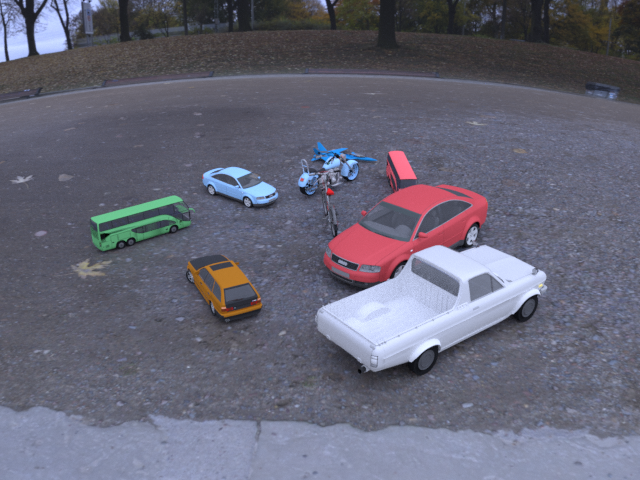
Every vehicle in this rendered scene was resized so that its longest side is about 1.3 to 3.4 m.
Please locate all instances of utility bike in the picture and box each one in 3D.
[{"bbox_3d":[0.104,-0.637,11.533,0.535,0.946,1.435,-4,26,-7],"label":"utility bike"}]

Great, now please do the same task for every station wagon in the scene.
[{"bbox_3d":[-1.355,0.549,9.659,0.682,0.473,1.597,-13,29,-24],"label":"station wagon"}]

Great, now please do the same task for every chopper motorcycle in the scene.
[{"bbox_3d":[0.189,-1.324,13.139,0.466,0.761,1.563,23,34,38],"label":"chopper motorcycle"}]

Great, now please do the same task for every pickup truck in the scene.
[{"bbox_3d":[1.472,0.711,8.740,3.117,0.993,1.244,-19,32,-33],"label":"pickup truck"}]

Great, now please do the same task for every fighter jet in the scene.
[{"bbox_3d":[0.535,-1.797,14.638,1.358,0.286,1.147,6,27,12],"label":"fighter jet"}]

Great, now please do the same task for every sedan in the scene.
[{"bbox_3d":[1.368,-0.208,10.669,1.235,0.940,3.137,23,34,39],"label":"sedan"},{"bbox_3d":[-1.473,-1.024,12.843,1.613,0.483,0.635,20,32,34],"label":"sedan"}]

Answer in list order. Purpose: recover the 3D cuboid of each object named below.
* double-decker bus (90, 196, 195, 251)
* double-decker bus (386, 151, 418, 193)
[{"bbox_3d":[-2.842,-0.291,11.289,1.672,0.541,0.389,-20,32,-34],"label":"double-decker bus"},{"bbox_3d":[1.521,-1.142,13.018,0.389,0.541,1.672,-2,26,-3],"label":"double-decker bus"}]
